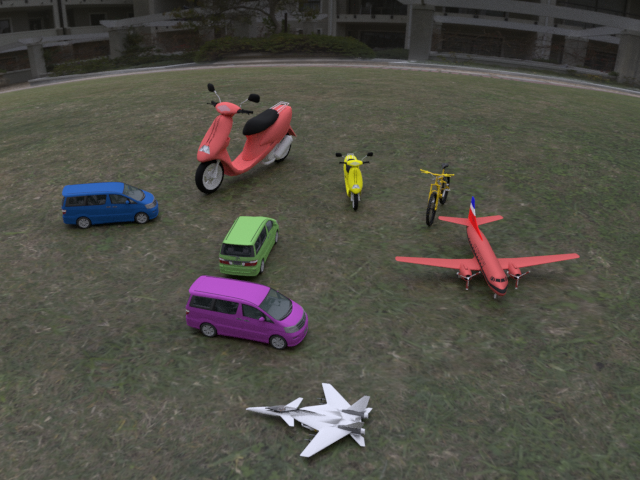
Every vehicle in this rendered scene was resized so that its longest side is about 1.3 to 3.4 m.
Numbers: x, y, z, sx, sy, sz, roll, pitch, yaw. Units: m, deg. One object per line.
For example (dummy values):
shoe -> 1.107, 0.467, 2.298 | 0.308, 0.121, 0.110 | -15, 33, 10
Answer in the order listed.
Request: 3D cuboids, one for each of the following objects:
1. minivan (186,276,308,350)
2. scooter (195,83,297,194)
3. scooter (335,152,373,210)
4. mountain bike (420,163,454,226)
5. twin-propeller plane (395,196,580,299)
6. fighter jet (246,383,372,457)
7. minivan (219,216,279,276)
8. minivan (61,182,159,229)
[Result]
minivan -> -0.922, 0.898, 8.920 | 1.548, 0.616, 0.681 | 8, 29, 14
scooter -> -1.383, -2.047, 13.199 | 1.288, 1.786, 2.721 | 20, 34, 33
scooter -> 0.591, -1.192, 12.518 | 0.662, 0.919, 1.399 | -1, 28, -2
mountain bike -> 2.026, -0.849, 11.928 | 0.573, 0.868, 1.469 | 11, 30, 20
twin-propeller plane -> 2.404, 0.107, 10.217 | 2.663, 0.792, 2.129 | -1, 28, -2
fighter jet -> -0.146, 1.836, 7.510 | 1.358, 0.286, 1.147 | 5, 29, 10
minivan -> -1.053, -0.017, 10.636 | 0.681, 0.616, 1.548 | 5, 28, 9
minivan -> -3.527, -0.625, 11.778 | 1.548, 0.616, 0.681 | -5, 28, -10
